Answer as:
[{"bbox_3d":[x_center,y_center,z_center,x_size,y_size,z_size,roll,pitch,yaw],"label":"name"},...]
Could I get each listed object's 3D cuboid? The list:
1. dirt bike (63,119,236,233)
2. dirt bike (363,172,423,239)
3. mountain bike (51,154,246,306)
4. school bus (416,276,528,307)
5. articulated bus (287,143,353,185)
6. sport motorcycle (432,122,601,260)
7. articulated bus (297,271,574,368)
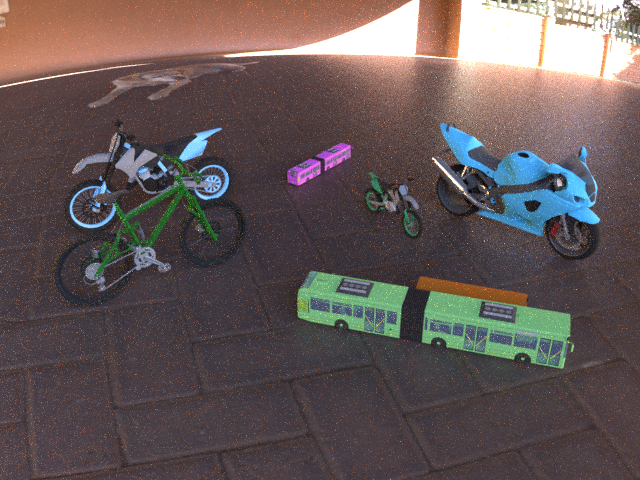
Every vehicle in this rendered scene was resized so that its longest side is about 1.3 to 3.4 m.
[{"bbox_3d":[-2.742,-1.084,11.382,2.903,1.666,1.024,-15,33,-25],"label":"dirt bike"},{"bbox_3d":[1.187,-0.626,11.394,0.527,0.857,1.493,-18,34,-28],"label":"dirt bike"},{"bbox_3d":[-2.294,-0.115,9.646,2.857,1.688,1.114,-19,34,-30],"label":"mountain bike"},{"bbox_3d":[2.102,0.853,9.206,1.708,0.434,0.365,9,31,15],"label":"school bus"},{"bbox_3d":[0.014,-1.472,13.469,0.311,0.289,1.749,20,35,31],"label":"articulated bus"},{"bbox_3d":[3.038,-0.797,10.944,0.983,1.596,2.955,-26,39,-38],"label":"sport motorcycle"},{"bbox_3d":[1.394,0.981,8.851,3.401,0.561,0.605,9,31,15],"label":"articulated bus"}]
